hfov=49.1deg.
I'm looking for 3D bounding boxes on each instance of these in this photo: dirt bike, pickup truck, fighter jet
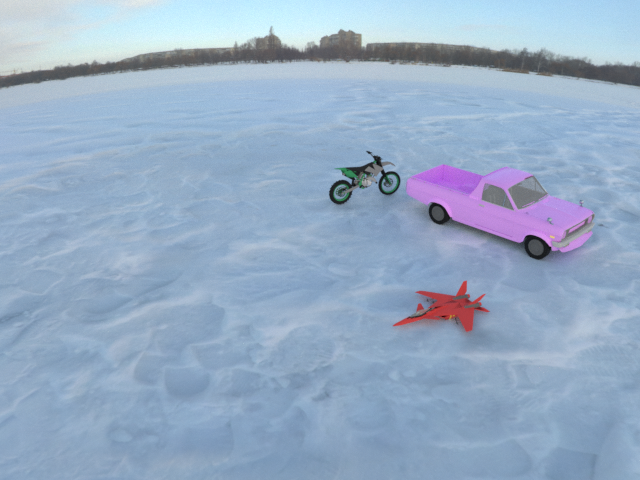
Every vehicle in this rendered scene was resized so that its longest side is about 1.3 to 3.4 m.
[{"bbox_3d":[0.841,-1.147,12.884,1.493,0.857,0.527,-12,28,-23],"label":"dirt bike"},{"bbox_3d":[2.949,-0.668,11.721,1.244,0.993,3.117,-23,34,-39],"label":"pickup truck"},{"bbox_3d":[1.536,0.894,9.261,1.358,0.286,1.147,-13,28,-25],"label":"fighter jet"}]
